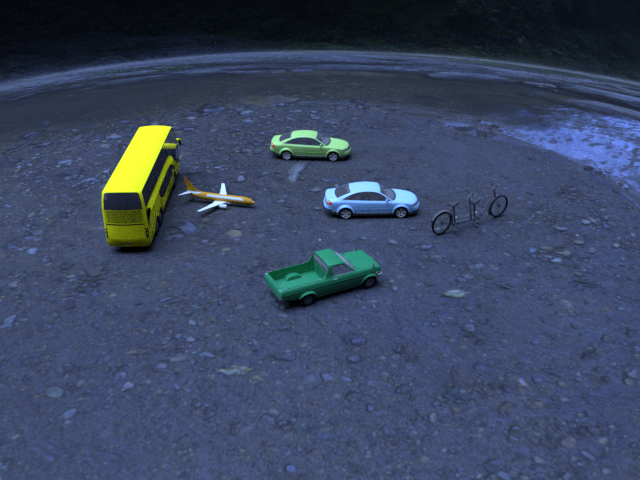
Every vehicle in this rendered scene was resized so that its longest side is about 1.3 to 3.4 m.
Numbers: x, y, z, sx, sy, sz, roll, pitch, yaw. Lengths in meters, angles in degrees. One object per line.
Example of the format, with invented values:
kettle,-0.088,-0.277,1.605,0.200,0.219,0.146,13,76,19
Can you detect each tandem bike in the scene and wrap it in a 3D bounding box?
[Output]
tandem bike,2.435,-0.532,11.298,1.642,0.682,0.283,-16,33,-26

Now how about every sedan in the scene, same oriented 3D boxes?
sedan,0.869,-0.702,11.812,1.613,0.483,0.635,-1,29,-2
sedan,-0.189,-1.917,14.014,1.613,0.483,0.635,2,29,4

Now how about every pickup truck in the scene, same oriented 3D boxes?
pickup truck,0.052,0.455,9.685,1.603,0.511,0.640,-14,32,-23

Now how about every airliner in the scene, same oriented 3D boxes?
airliner,-1.745,-0.816,12.074,1.307,0.429,1.161,7,30,12

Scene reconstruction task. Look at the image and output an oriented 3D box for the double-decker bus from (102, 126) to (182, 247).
double-decker bus,-2.940,-1.018,11.795,0.756,1.052,3.251,-1,29,-1
